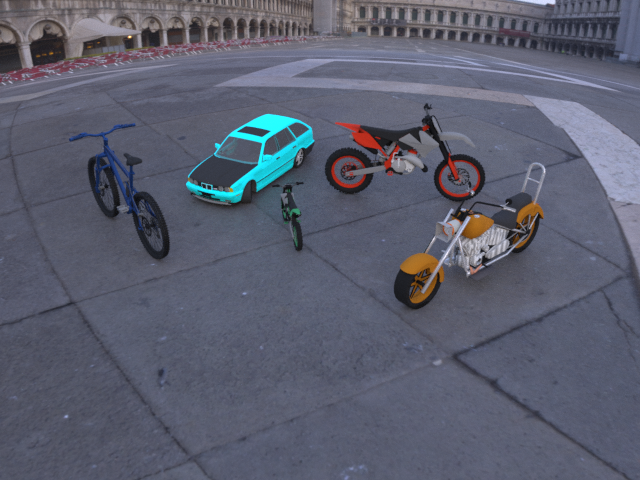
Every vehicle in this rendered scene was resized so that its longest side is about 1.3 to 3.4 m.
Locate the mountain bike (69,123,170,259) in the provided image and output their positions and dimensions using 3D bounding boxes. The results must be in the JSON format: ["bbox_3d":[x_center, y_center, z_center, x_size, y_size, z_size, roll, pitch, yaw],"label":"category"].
[{"bbox_3d":[-3.173,-0.831,11.303,1.114,1.688,2.857,-21,36,-32],"label":"mountain bike"}]

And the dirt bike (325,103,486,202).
[{"bbox_3d":[1.521,-1.519,12.529,2.903,1.666,1.024,5,30,9],"label":"dirt bike"}]

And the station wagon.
[{"bbox_3d":[-1.295,-1.655,13.519,1.327,0.920,3.105,15,33,24],"label":"station wagon"}]

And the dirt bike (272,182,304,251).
[{"bbox_3d":[-0.487,-0.475,11.519,0.527,0.857,1.493,-7,30,-12],"label":"dirt bike"}]

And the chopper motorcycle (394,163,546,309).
[{"bbox_3d":[2.261,-0.097,10.229,3.040,1.480,0.906,-22,36,-33],"label":"chopper motorcycle"}]
